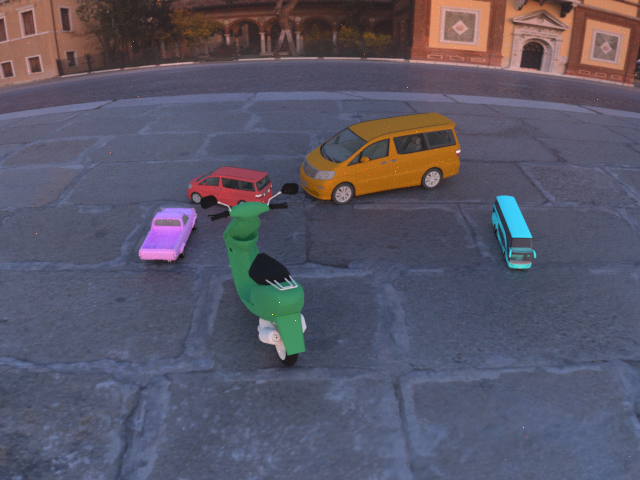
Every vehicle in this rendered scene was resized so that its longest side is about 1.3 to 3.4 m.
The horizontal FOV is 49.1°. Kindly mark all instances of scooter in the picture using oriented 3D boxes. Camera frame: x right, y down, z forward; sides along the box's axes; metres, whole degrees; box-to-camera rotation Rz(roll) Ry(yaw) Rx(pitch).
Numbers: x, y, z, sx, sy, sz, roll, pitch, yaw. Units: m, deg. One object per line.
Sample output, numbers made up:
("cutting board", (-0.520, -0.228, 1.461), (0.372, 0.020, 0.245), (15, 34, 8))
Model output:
("scooter", (-0.762, 0.294, 8.933), (1.288, 1.786, 2.721), (-10, 30, -19))

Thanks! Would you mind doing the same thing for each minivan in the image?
("minivan", (1.112, -1.571, 13.076), (3.011, 1.197, 1.324), (-11, 30, -19))
("minivan", (-1.645, -0.965, 12.553), (1.548, 0.616, 0.681), (10, 30, 19))

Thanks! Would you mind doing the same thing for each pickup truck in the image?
("pickup truck", (-2.394, -0.143, 11.117), (0.640, 0.511, 1.603), (1, 28, 2))

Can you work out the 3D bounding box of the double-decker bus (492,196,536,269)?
("double-decker bus", (3.031, -0.127, 11.053), (0.389, 0.541, 1.672), (2, 28, 3))
